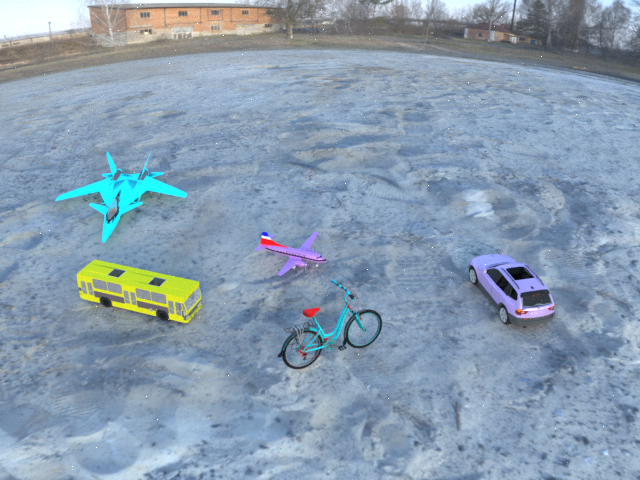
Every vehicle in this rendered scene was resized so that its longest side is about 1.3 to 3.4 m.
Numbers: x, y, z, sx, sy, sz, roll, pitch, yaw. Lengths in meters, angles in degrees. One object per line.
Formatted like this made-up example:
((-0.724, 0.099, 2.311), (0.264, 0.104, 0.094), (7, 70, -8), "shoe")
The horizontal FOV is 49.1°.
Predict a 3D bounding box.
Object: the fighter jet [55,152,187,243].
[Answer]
((-3.429, -0.763, 11.903), (2.229, 0.557, 2.640), (-2, 30, -3), "fighter jet")

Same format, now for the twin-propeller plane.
((-0.405, 0.143, 10.472), (1.095, 0.407, 1.370), (12, 32, 20), "twin-propeller plane")

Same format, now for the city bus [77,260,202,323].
((-2.438, 0.700, 9.448), (1.674, 0.460, 0.476), (10, 31, 17), "city bus")

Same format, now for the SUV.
((2.593, 0.586, 9.526), (0.656, 0.580, 1.572), (-7, 31, -12), "SUV")

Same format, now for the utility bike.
((0.116, 1.006, 8.426), (1.435, 0.946, 0.535), (-15, 33, -24), "utility bike")
